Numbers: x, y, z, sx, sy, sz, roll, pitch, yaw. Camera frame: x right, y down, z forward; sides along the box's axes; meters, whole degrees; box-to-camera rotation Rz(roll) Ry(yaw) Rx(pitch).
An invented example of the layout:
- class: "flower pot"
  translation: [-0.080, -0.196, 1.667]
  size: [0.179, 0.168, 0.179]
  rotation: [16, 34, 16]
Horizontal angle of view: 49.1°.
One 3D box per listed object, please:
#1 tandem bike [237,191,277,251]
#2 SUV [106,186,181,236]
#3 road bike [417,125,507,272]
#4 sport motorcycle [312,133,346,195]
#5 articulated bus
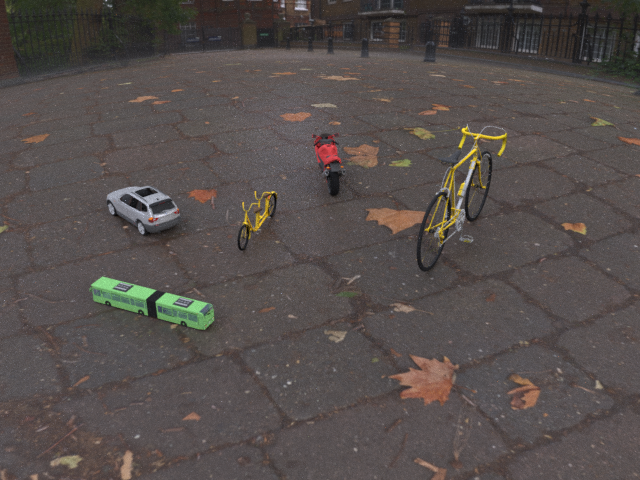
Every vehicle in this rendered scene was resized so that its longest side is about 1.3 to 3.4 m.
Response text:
- class: "tandem bike"
  translation: [-0.967, -0.435, 10.984]
  size: [0.283, 0.682, 1.642]
  rotation: [8, 29, 15]
- class: "SUV"
  translation: [-2.886, -0.582, 11.369]
  size: [0.656, 0.580, 1.572]
  rotation: [-23, 36, -37]
- class: "road bike"
  translation: [2.087, -0.707, 10.459]
  size: [0.697, 1.656, 3.004]
  rotation: [16, 32, 27]
- class: "sport motorcycle"
  translation: [0.160, -1.403, 12.656]
  size: [0.506, 0.821, 1.520]
  rotation: [-4, 28, -8]
- class: "articulated bus"
  translation: [-2.188, 0.810, 9.063]
  size: [1.749, 0.289, 0.311]
  rotation: [11, 30, 20]
